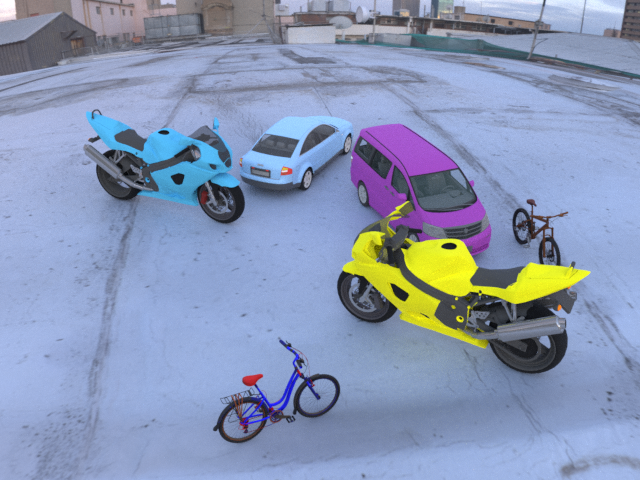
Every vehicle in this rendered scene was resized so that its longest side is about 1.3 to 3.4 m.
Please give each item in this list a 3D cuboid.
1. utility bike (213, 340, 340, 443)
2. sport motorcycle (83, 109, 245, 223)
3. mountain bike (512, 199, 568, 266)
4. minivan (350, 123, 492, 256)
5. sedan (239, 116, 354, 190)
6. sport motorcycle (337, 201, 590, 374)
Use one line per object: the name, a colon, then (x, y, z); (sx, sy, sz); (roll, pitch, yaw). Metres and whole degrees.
utility bike: (-0.454, 1.568, 7.271); (1.435, 0.946, 0.535); (-13, 33, -22)
sport motorcycle: (-2.541, -1.213, 11.440); (2.955, 1.596, 0.983); (13, 33, 22)
mountain bike: (3.178, -0.121, 10.276); (0.573, 0.868, 1.469); (-5, 30, -9)
minivan: (1.549, -0.823, 11.163); (1.324, 1.197, 3.011); (-11, 32, -19)
sedan: (-0.356, -1.825, 13.158); (1.235, 0.940, 3.137); (14, 33, 22)
sport motorcycle: (1.537, 0.597, 8.302); (2.955, 1.596, 0.983); (15, 33, 24)
